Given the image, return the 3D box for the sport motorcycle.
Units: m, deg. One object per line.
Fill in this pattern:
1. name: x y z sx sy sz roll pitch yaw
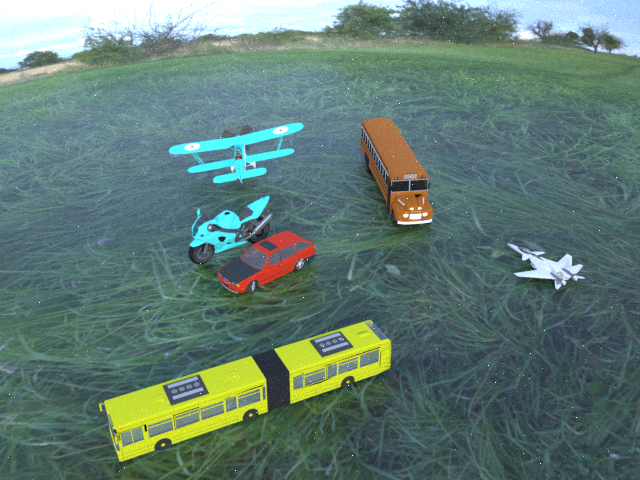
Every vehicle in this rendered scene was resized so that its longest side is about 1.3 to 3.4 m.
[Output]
1. sport motorcycle: -1.421 -0.162 11.080 1.520 0.821 0.506 -22 36 -33

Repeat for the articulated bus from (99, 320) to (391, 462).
1. articulated bus: -0.752 1.683 8.126 3.401 0.561 0.605 -14 33 -23

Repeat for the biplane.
1. biplane: -1.578 -1.559 13.354 2.598 0.981 2.120 -3 30 -6

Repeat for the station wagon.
1. station wagon: -0.809 0.294 10.635 1.597 0.473 0.682 -25 38 -37

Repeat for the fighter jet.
1. fighter jet: 3.396 0.276 10.854 1.147 0.286 1.358 -16 34 -26

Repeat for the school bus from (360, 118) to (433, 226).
1. school bus: 1.388 -1.320 13.075 0.709 0.844 3.322 -4 30 -7
